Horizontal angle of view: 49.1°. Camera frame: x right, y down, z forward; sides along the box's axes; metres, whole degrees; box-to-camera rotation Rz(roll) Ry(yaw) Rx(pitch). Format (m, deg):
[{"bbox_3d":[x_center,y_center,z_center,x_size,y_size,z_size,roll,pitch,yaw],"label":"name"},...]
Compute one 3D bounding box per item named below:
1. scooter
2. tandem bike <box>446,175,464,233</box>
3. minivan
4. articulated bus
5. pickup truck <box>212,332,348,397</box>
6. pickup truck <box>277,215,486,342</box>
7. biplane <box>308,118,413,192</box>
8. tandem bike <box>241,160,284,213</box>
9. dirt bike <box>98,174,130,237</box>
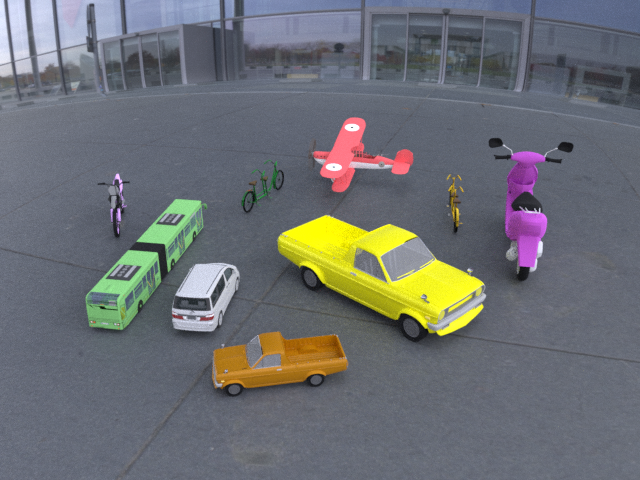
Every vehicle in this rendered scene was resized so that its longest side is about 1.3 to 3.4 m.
[{"bbox_3d":[3.233,-0.621,11.037,1.288,1.786,2.721,5,26,10],"label":"scooter"},{"bbox_3d":[2.391,-0.701,12.461,0.283,0.682,1.642,3,26,5],"label":"tandem bike"},{"bbox_3d":[-1.558,0.677,9.710,0.681,0.616,1.548,3,26,7],"label":"minivan"},{"bbox_3d":[-2.534,0.249,10.651,0.605,0.561,3.401,4,26,9],"label":"articulated bus"},{"bbox_3d":[-0.488,1.407,8.332,1.603,0.511,0.640,-5,26,-10],"label":"pickup truck"},{"bbox_3d":[0.794,0.344,9.963,1.244,0.993,3.117,-24,35,-39],"label":"pickup truck"},{"bbox_3d":[0.785,-1.578,13.919,2.120,0.981,2.598,6,27,12],"label":"biplane"},{"bbox_3d":[-1.064,-1.057,13.190,0.283,0.682,1.642,11,28,22],"label":"tandem bike"},{"bbox_3d":[-3.529,-0.670,12.196,0.527,0.857,1.493,-5,26,-10],"label":"dirt bike"}]
